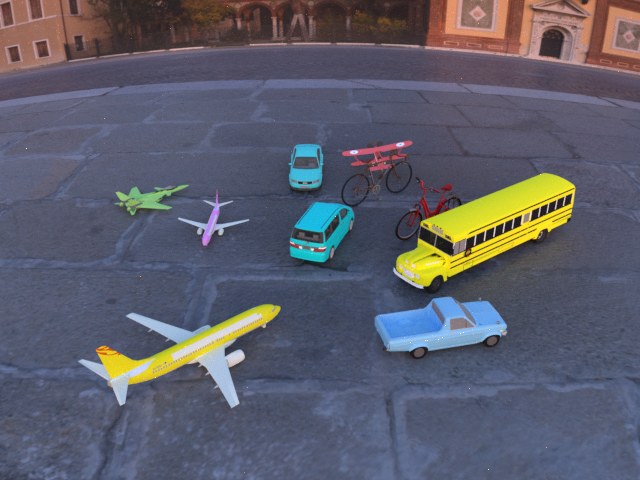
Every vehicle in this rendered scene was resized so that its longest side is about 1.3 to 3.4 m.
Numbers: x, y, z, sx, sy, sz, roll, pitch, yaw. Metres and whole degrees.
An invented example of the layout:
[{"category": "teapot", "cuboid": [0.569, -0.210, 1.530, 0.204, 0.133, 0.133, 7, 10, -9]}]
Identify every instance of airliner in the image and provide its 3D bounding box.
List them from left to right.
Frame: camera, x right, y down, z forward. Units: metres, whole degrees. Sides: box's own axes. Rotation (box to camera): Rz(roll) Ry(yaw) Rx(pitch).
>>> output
[{"category": "airliner", "cuboid": [-1.454, 1.101, 8.276, 2.541, 0.835, 2.257, -24, 38, -36]}, {"category": "airliner", "cuboid": [-1.743, -0.350, 11.232, 1.161, 0.429, 1.307, 1, 30, 2]}]

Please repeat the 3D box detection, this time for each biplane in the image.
[{"category": "biplane", "cuboid": [1.096, -1.539, 13.245, 1.336, 0.504, 1.090, -2, 30, -3]}]

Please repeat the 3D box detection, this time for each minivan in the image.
[{"category": "minivan", "cuboid": [0.061, -0.230, 10.835, 0.681, 0.616, 1.548, 10, 31, 17]}]

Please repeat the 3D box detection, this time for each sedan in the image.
[{"category": "sedan", "cuboid": [-0.252, -1.414, 13.047, 0.635, 0.483, 1.613, 0, 30, 1]}]

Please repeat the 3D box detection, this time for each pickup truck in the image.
[{"category": "pickup truck", "cuboid": [1.503, 1.039, 8.711, 1.603, 0.511, 0.640, -7, 30, -12]}]

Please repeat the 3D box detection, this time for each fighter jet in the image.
[{"category": "fighter jet", "cuboid": [-2.858, -0.835, 12.228, 1.358, 0.286, 1.147, -26, 38, -37]}]

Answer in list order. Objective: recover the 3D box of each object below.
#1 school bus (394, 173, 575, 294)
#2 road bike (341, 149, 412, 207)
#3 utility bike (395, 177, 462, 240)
[{"category": "school bus", "cuboid": [2.506, -0.160, 10.480, 3.322, 0.844, 0.709, -21, 36, -32]}, {"category": "road bike", "cuboid": [1.004, -1.088, 12.102, 1.545, 0.852, 0.358, -18, 34, -29]}, {"category": "utility bike", "cuboid": [1.784, -0.513, 10.998, 1.435, 0.946, 0.535, -19, 35, -30]}]
